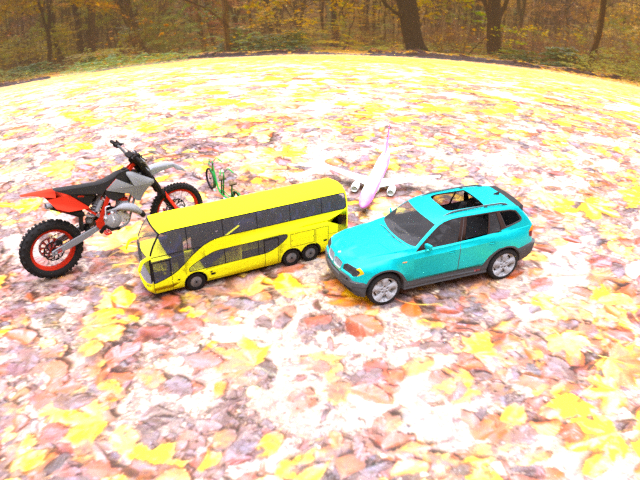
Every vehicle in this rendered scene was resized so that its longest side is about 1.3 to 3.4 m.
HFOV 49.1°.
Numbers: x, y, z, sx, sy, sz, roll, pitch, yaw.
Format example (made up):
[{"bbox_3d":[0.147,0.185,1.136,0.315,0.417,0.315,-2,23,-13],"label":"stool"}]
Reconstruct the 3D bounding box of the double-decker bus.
[{"bbox_3d":[-1.129,-0.076,10.229,3.251,1.052,0.756,-14,32,-24],"label":"double-decker bus"}]

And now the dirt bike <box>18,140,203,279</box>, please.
[{"bbox_3d":[-3.054,-0.506,10.374,2.903,1.666,1.024,-21,35,-33],"label":"dirt bike"}]

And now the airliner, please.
[{"bbox_3d":[1.043,-1.344,12.776,2.257,0.835,2.541,7,30,13],"label":"airliner"}]

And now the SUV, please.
[{"bbox_3d":[1.594,-0.038,10.079,3.058,1.128,1.276,-10,30,-18],"label":"SUV"}]

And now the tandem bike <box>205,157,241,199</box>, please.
[{"bbox_3d":[-1.696,-0.993,12.293,0.283,0.682,1.642,-16,32,-26],"label":"tandem bike"}]
